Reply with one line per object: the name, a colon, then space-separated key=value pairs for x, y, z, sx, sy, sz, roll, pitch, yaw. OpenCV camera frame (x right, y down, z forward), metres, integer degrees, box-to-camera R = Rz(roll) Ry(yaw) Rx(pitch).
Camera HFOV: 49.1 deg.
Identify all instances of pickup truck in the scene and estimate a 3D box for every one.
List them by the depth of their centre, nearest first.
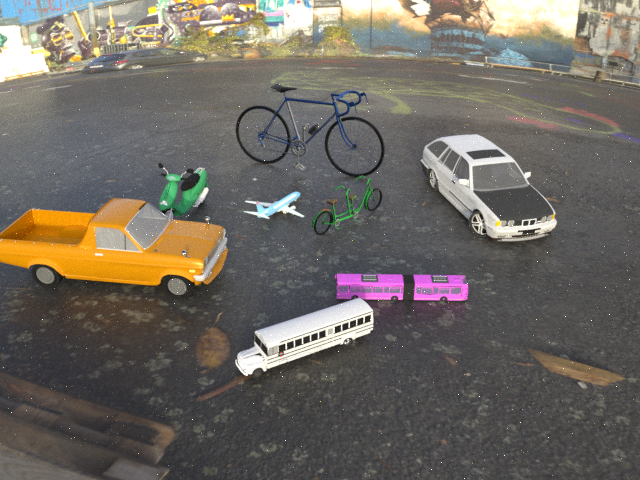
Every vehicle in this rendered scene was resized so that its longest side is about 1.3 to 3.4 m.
pickup truck: x=-2.893 y=0.008 z=9.744 sx=3.117 sy=0.993 sz=1.244 roll=4 pitch=28 yaw=8

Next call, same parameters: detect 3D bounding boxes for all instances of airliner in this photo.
airliner: x=-0.684 y=-0.658 z=11.612 sx=1.161 sy=0.429 sz=1.307 roll=16 pitch=32 yaw=27

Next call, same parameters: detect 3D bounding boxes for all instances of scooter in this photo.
scooter: x=-2.226 y=-0.835 z=11.422 sx=0.662 sy=0.919 sz=1.399 roll=11 pitch=30 yaw=21

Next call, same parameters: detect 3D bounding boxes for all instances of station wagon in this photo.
station wagon: x=2.755 y=-0.992 z=11.718 sx=1.327 sy=0.920 sz=3.105 roll=-7 pitch=29 yaw=-13

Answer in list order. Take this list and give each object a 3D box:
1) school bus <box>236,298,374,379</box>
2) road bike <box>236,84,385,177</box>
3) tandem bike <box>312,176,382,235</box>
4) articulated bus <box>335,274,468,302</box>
school bus: x=-0.170 y=1.136 z=8.202 sx=1.708 sy=0.434 sz=0.365 roll=-15 pitch=31 yaw=-26
road bike: x=-0.232 y=-2.069 z=12.974 sx=3.004 sy=1.656 sz=0.697 roll=10 pitch=30 yaw=19
tandem bike: x=0.459 y=-0.586 z=11.203 sx=0.283 sy=0.682 sz=1.642 roll=25 pitch=37 yaw=39
articulated bus: x=1.073 y=0.629 z=9.320 sx=1.749 sy=0.289 sz=0.311 roll=1 pitch=28 yaw=1
